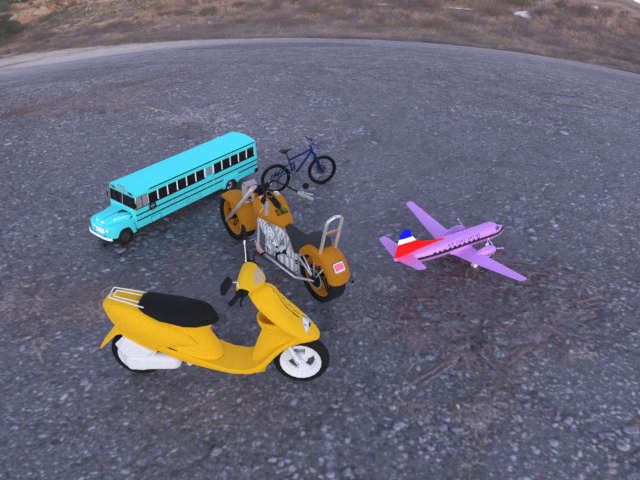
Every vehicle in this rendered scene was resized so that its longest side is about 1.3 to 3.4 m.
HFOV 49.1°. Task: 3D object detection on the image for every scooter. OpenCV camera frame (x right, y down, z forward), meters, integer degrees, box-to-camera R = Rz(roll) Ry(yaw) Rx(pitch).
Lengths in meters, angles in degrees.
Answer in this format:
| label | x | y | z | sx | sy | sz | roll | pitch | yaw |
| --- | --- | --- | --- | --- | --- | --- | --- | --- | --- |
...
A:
| label | x | y | z | sx | sy | sz | roll | pitch | yaw |
| --- | --- | --- | --- | --- | --- | --- | --- | --- | --- |
| scooter | -1.242 | 0.878 | 8.043 | 2.721 | 1.786 | 1.288 | 2 | 31 | 4 |

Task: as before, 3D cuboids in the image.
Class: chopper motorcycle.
| label | x | y | z | sx | sy | sz | roll | pitch | yaw |
| --- | --- | --- | --- | --- | --- | --- | --- | --- | --- |
| chopper motorcycle | -0.618 | -0.234 | 10.186 | 0.906 | 1.480 | 3.040 | -21 | 37 | -31 |

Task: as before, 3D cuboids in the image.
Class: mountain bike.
| label | x | y | z | sx | sy | sz | roll | pitch | yaw |
| --- | --- | --- | --- | --- | --- | --- | --- | --- | --- |
| mountain bike | -0.375 | -1.322 | 12.584 | 1.469 | 0.868 | 0.573 | -13 | 33 | -21 |

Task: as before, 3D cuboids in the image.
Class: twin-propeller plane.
| label | x | y | z | sx | sy | sz | roll | pitch | yaw |
| --- | --- | --- | --- | --- | --- | --- | --- | --- | --- |
| twin-propeller plane | 1.982 | -0.038 | 10.526 | 2.129 | 0.792 | 2.663 | -17 | 35 | -26 |

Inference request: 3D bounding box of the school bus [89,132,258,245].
| label | x | y | z | sx | sy | sz | roll | pitch | yaw |
| --- | --- | --- | --- | --- | --- | --- | --- | --- | --- |
| school bus | -2.447 | -0.946 | 11.983 | 0.709 | 0.844 | 3.322 | 23 | 38 | 33 |
